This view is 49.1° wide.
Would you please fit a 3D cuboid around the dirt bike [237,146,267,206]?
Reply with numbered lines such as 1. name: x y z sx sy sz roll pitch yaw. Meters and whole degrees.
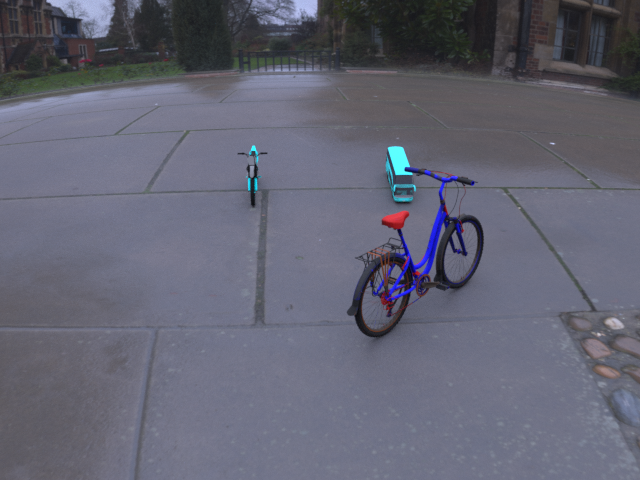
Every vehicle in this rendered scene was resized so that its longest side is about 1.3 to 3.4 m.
1. dirt bike: -1.196 -1.229 12.631 0.527 0.857 1.493 -1 26 -3

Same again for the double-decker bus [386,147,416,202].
1. double-decker bus: 1.468 -1.214 12.958 0.389 0.541 1.672 0 26 -1

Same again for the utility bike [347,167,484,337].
1. utility bike: 1.244 0.057 8.930 1.039 1.839 2.791 24 35 39
